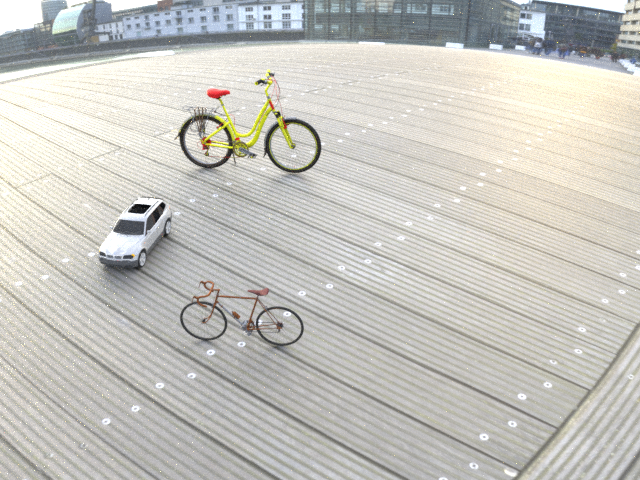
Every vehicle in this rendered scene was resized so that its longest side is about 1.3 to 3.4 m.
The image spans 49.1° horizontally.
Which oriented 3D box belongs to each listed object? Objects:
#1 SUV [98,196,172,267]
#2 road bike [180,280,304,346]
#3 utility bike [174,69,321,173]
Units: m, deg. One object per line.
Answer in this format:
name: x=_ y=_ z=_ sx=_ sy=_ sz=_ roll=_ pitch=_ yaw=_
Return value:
SUV: x=-2.785 y=-0.147 z=10.623 sx=0.656 sy=0.580 sz=1.572 roll=6 pitch=31 yaw=10
road bike: x=-0.965 y=0.918 z=8.532 sx=1.545 sy=0.852 sz=0.358 roll=3 pitch=30 yaw=6
utility bike: x=-1.340 y=-2.178 z=12.850 sx=2.791 sy=1.839 sz=1.039 roll=4 pitch=31 yaw=7
